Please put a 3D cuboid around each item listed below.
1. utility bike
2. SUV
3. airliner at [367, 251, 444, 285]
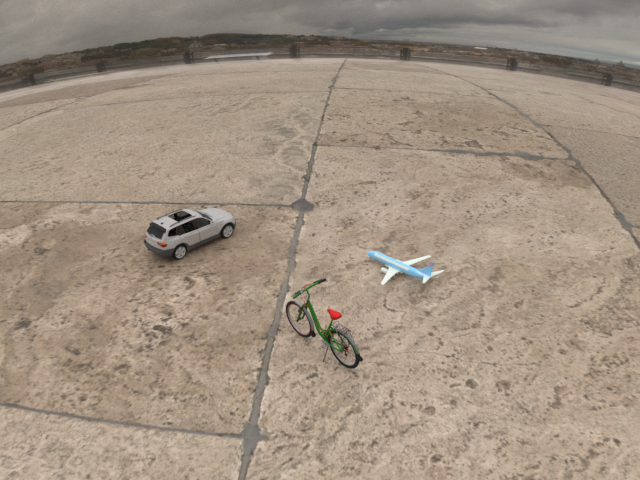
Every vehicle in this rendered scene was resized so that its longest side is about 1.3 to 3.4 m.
[{"bbox_3d":[-0.012,1.040,8.744,0.535,0.946,1.435,-23,36,-36],"label":"utility bike"},{"bbox_3d":[-2.099,-0.209,11.386,0.656,0.580,1.572,25,37,37],"label":"SUV"},{"bbox_3d":[1.205,0.313,10.597,1.307,0.429,1.161,26,38,38],"label":"airliner"}]
